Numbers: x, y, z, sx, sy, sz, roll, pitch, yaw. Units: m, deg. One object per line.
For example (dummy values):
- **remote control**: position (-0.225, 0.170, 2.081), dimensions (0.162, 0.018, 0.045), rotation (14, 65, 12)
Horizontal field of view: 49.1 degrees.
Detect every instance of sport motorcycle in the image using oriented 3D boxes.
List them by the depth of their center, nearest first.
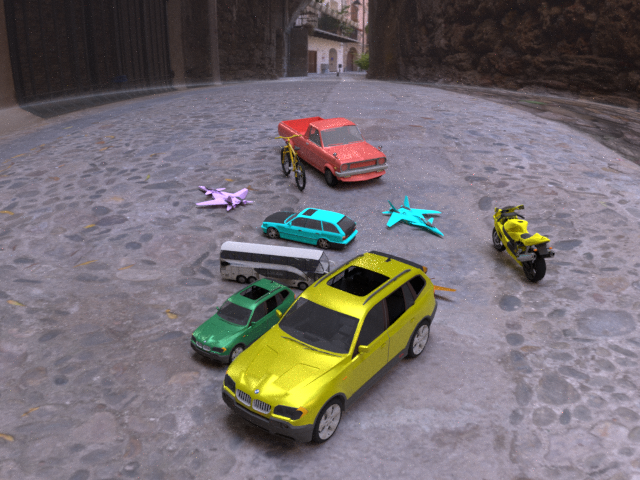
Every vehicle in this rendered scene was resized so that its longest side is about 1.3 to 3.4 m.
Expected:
- **sport motorcycle**: position (3.023, 0.012, 10.638), dimensions (0.506, 0.821, 1.520), rotation (-6, 26, -13)

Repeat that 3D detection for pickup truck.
- **pickup truck**: position (0.197, -2.052, 14.798), dimensions (1.244, 0.993, 3.117), rotation (-12, 28, -24)

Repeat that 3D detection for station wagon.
- **station wagon**: position (-0.196, -0.254, 11.606), dimensions (1.597, 0.473, 0.682), rotation (11, 28, 23)

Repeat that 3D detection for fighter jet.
- **fighter jet**: position (1.709, -0.395, 12.123), dimensions (1.147, 0.286, 1.358), rotation (-14, 29, -28)
- **fighter jet**: position (-1.912, -0.915, 13.220), dimensions (1.147, 0.286, 1.358), rotation (-22, 33, -38)

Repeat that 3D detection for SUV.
- **SUV**: position (0.216, 1.071, 8.041), dimensions (1.276, 1.128, 3.058), rotation (18, 31, 33)
- **SUV**: position (-0.942, 0.979, 8.875), dimensions (0.656, 0.580, 1.572), rotation (17, 30, 32)

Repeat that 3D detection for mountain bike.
- **mountain bike**: position (-0.541, -1.571, 13.928), dimensions (0.573, 0.868, 1.469), rotation (-9, 27, -18)

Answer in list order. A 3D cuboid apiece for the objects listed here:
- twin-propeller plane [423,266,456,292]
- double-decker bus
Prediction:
- **twin-propeller plane**: position (1.275, 0.543, 10.000), dimensions (1.370, 0.407, 1.095), rotation (17, 30, 32)
- **double-decker bus**: position (-0.632, 0.377, 10.195), dimensions (1.672, 0.541, 0.389), rotation (6, 26, 11)
